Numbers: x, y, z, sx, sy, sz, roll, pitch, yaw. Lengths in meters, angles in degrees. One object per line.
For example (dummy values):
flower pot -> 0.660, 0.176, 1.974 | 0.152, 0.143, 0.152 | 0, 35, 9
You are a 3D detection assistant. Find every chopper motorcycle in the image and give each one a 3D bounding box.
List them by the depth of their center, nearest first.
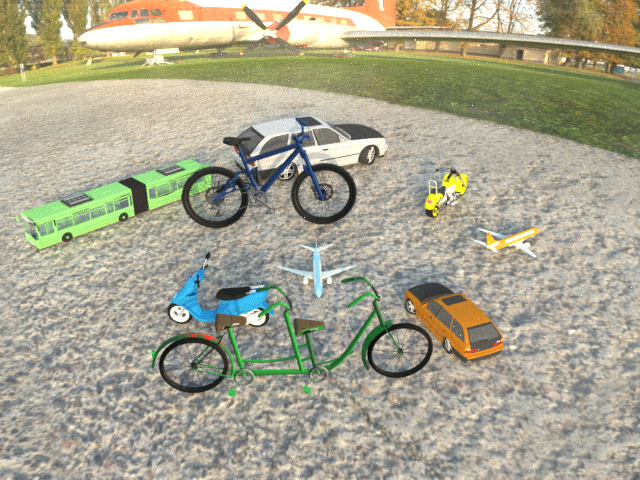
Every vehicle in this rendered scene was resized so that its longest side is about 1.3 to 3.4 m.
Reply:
chopper motorcycle -> 2.230, -0.927, 12.185 | 0.466, 0.761, 1.563 | 17, 33, 29

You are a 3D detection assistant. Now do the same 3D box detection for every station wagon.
station wagon -> 1.683, 0.948, 9.000 | 0.682, 0.473, 1.597 | -11, 30, -20
station wagon -> -0.152, -1.938, 13.897 | 3.105, 0.920, 1.327 | -13, 31, -23

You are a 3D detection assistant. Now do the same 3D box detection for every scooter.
scooter -> -1.299, 0.710, 8.973 | 1.399, 0.919, 0.662 | 2, 28, 4

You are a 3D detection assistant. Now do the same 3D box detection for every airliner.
airliner -> -0.039, 0.367, 10.127 | 1.161, 0.429, 1.307 | -1, 28, -2
airliner -> 3.027, -0.091, 10.979 | 1.307, 0.429, 1.161 | -19, 33, -31

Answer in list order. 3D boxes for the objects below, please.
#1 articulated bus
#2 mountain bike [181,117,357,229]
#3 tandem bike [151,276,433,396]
articulated bus -> -3.362, -0.687, 11.949 | 3.401, 0.561, 0.605 | -25, 37, -38
mountain bike -> -0.818, -0.981, 11.307 | 2.857, 1.688, 1.114 | -2, 28, -4
tandem bike -> -0.281, 1.101, 7.815 | 3.192, 1.326, 0.550 | -3, 28, -5
